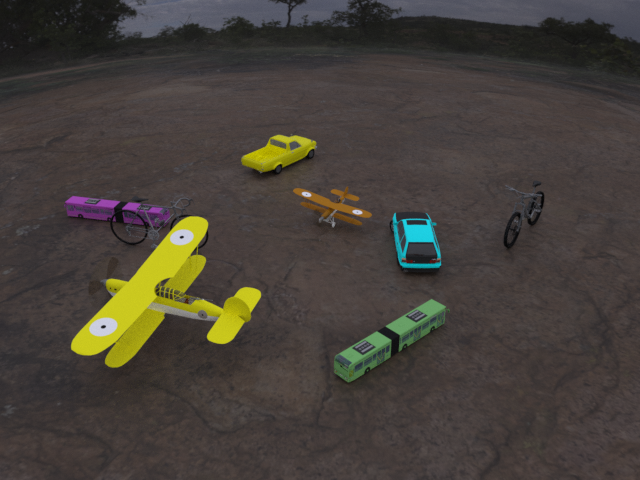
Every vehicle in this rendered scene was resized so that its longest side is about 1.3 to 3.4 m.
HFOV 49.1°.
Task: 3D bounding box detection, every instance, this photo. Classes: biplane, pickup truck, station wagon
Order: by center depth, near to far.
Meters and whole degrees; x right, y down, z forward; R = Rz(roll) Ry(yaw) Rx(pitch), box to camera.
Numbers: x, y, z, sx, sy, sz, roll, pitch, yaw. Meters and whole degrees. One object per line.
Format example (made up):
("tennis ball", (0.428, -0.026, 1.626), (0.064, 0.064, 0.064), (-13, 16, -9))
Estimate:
("biplane", (-1.802, 0.764, 8.486), (2.120, 0.981, 2.598), (11, 31, 19))
("station wagon", (1.434, -0.076, 10.508), (0.682, 0.473, 1.597), (0, 29, 1))
("biplane", (0.257, -0.539, 11.304), (1.336, 0.504, 1.090), (12, 32, 21))
("pickup truck", (-0.759, -1.686, 13.350), (0.640, 0.511, 1.603), (22, 36, 33))

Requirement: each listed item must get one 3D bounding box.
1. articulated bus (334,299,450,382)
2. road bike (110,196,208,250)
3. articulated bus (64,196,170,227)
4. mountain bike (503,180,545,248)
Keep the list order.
("articulated bus", (0.884, 1.187, 8.438), (1.749, 0.289, 0.311), (-24, 37, -36))
("road bike", (-2.420, -0.262, 10.453), (1.545, 0.852, 0.358), (5, 30, 8))
("articulated bus", (-3.304, -0.465, 11.393), (1.749, 0.289, 0.311), (7, 30, 12))
("mountain bike", (3.178, -0.464, 10.797), (0.573, 0.868, 1.469), (20, 35, 31))
